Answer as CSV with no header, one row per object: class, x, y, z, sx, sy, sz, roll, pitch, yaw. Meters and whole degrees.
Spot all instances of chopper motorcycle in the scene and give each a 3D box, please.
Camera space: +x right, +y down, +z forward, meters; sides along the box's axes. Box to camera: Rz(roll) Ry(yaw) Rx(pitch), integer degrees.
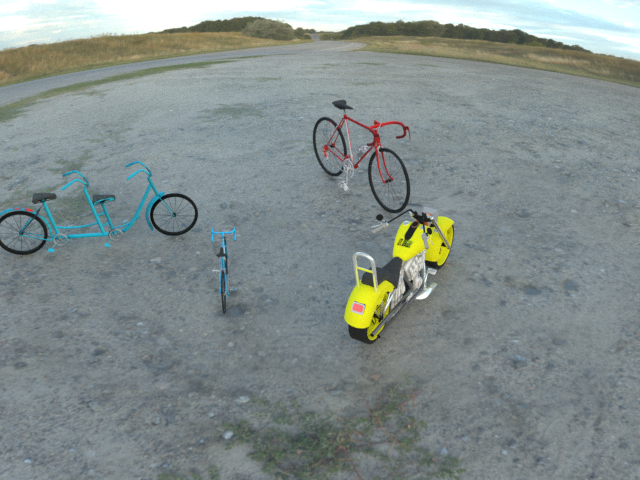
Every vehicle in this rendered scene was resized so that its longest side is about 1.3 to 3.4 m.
chopper motorcycle,1.205,0.221,9.584,0.906,1.480,3.040,16,33,26

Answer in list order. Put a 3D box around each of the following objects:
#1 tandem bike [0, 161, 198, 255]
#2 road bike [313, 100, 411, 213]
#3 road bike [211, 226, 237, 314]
tandem bike,-3.544,-0.492,10.998,3.192,1.326,0.550,-7,30,-13
road bike,0.682,-1.621,12.654,0.696,1.656,3.004,-18,34,-28
road bike,-1.367,0.373,9.953,0.358,0.852,1.545,-3,30,-4
